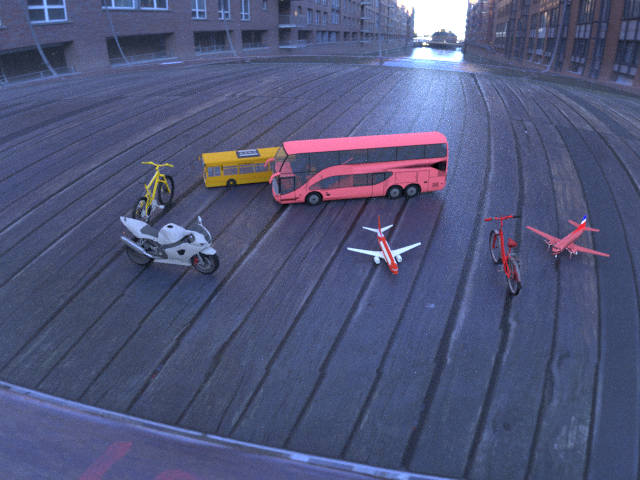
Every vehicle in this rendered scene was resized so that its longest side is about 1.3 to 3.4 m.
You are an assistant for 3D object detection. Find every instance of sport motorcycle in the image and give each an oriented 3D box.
[{"bbox_3d":[-2.213,0.068,10.337,1.520,0.821,0.506,7,30,13],"label":"sport motorcycle"}]

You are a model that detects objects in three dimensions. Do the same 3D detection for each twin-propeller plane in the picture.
[{"bbox_3d":[3.915,-0.049,10.972,1.370,0.407,1.095,25,37,37],"label":"twin-propeller plane"}]

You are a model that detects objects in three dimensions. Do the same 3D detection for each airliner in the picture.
[{"bbox_3d":[1.021,0.080,10.718,1.161,0.429,1.307,-4,29,-7],"label":"airliner"}]

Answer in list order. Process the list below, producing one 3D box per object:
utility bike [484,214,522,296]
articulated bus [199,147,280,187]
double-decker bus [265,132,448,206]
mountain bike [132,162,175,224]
[{"bbox_3d":[2.622,0.151,10.060,0.535,0.946,1.435,-2,29,-4],"label":"utility bike"},{"bbox_3d":[-0.563,-1.480,13.387,3.401,0.561,0.605,-7,30,-12],"label":"articulated bus"},{"bbox_3d":[0.665,-1.284,12.529,3.251,1.052,0.756,-5,30,-9],"label":"double-decker bus"},{"bbox_3d":[-2.814,-0.787,11.824,0.573,0.868,1.469,7,30,13],"label":"mountain bike"}]
